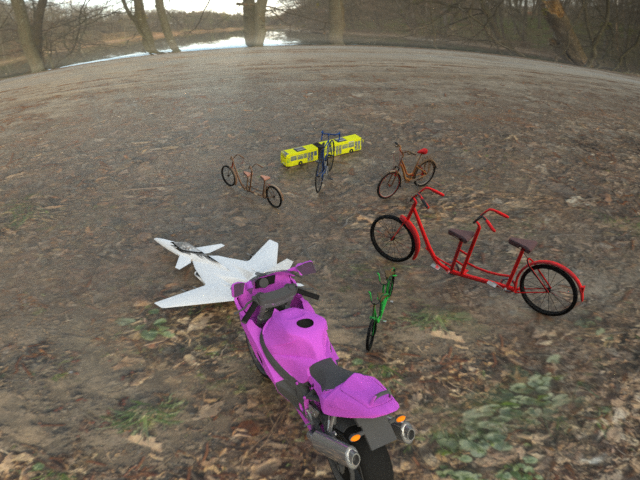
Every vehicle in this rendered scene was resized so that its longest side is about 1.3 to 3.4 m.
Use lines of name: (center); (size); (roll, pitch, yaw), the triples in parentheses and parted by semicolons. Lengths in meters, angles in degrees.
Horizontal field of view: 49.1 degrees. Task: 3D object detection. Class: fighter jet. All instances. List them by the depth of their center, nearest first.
fighter jet: (-1.588, 0.264, 10.117); (2.640, 0.557, 2.229); (23, 38, 34)

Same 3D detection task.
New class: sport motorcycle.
sport motorcycle: (-0.118, 1.362, 7.217); (0.983, 1.596, 2.955); (-16, 34, -25)

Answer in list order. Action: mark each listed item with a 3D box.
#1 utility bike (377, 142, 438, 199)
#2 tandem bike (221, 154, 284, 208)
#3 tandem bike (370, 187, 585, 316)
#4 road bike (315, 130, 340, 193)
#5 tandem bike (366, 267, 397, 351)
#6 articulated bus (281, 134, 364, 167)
utility bike: (1.599, -1.244, 12.303); (1.435, 0.946, 0.535); (-20, 36, -30)
tandem bike: (-1.214, -1.064, 12.257); (1.642, 0.682, 0.283); (26, 39, 37)
tandem bike: (2.066, 0.100, 9.637); (3.192, 1.326, 0.550); (19, 36, 29)
road bike: (0.097, -1.477, 12.793); (0.358, 0.852, 1.545); (7, 31, 11)
tandem bike: (0.811, 0.766, 9.137); (0.283, 0.682, 1.642); (9, 31, 14)
articulated bus: (0.049, -1.776, 13.859); (1.749, 0.289, 0.311); (-17, 34, -26)
